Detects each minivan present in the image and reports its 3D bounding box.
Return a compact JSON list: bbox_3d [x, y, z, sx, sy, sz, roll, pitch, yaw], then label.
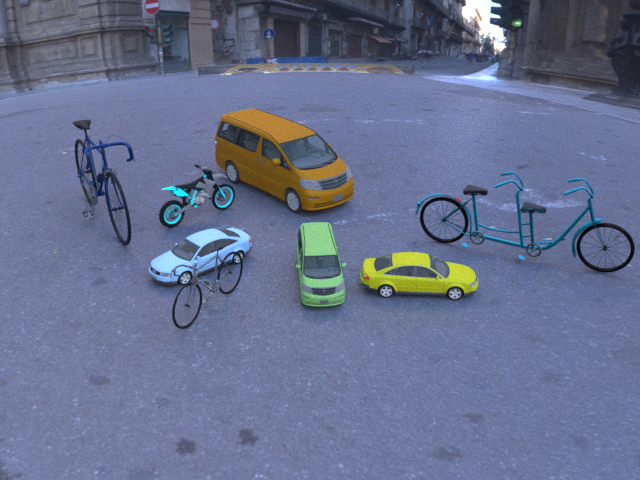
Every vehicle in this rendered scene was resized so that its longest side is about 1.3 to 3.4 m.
[{"bbox_3d":[-0.687,-1.495,12.754,1.324,1.197,3.011,-21,33,-36],"label":"minivan"},{"bbox_3d":[-0.010,0.322,9.738,0.681,0.616,1.548,-2,26,-4],"label":"minivan"}]

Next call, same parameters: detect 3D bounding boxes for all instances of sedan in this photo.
[{"bbox_3d":[-1.732,0.177,10.181,1.613,0.483,0.635,-23,34,-38],"label":"sedan"},{"bbox_3d":[1.364,0.455,9.619,1.613,0.483,0.635,2,26,4],"label":"sedan"}]

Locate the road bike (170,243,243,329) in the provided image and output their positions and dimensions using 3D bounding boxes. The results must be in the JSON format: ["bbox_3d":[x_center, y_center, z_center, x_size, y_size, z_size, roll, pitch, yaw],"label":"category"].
[{"bbox_3d":[-1.437,0.520,9.071,0.358,0.852,1.545,13,29,24],"label":"road bike"}]

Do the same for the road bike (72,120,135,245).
[{"bbox_3d":[-3.590,-1.052,11.341,0.696,1.656,3.004,-15,30,-28],"label":"road bike"}]

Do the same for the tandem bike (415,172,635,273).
[{"bbox_3d":[2.955,-0.348,10.292,3.192,1.326,0.550,11,29,22],"label":"tandem bike"}]

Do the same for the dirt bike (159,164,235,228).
[{"bbox_3d":[-2.041,-0.758,11.648,1.493,0.857,0.527,-22,34,-37],"label":"dirt bike"}]
